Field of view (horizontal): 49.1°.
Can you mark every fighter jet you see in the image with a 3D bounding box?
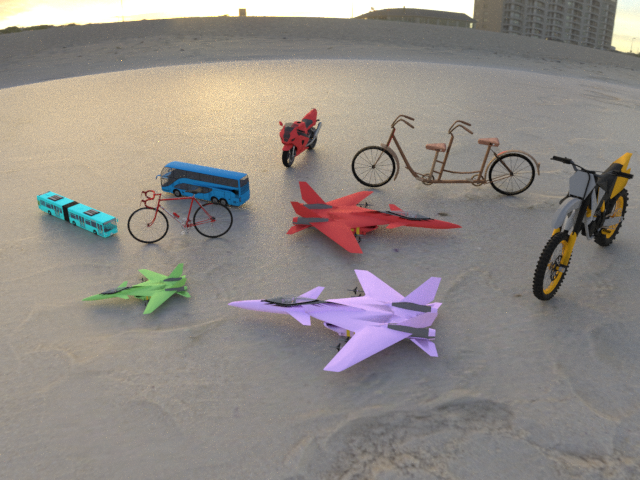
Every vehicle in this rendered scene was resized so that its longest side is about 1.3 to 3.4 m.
[{"bbox_3d":[0.871,-0.430,10.794,2.640,0.557,2.229,4,28,7],"label":"fighter jet"},{"bbox_3d":[0.139,0.769,8.475,2.640,0.557,2.229,5,28,10],"label":"fighter jet"},{"bbox_3d":[-2.398,0.608,9.080,1.358,0.286,1.147,-8,28,-14],"label":"fighter jet"}]

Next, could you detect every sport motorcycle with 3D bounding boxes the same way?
[{"bbox_3d":[-0.387,-1.987,13.521,0.506,0.821,1.520,11,29,20],"label":"sport motorcycle"}]

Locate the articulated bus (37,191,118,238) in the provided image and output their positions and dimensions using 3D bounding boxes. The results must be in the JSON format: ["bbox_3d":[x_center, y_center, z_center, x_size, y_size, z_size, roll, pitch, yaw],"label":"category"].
[{"bbox_3d":[-3.852,-0.418,11.064,1.749,0.289,0.311,19,33,32],"label":"articulated bus"}]

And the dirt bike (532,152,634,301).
[{"bbox_3d":[3.621,-0.329,9.390,1.024,1.666,2.903,22,34,35],"label":"dirt bike"}]

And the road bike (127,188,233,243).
[{"bbox_3d":[-2.070,-0.370,10.357,1.545,0.852,0.358,-5,28,-10],"label":"road bike"}]

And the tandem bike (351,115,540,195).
[{"bbox_3d":[2.126,-1.429,11.892,3.192,1.326,0.550,4,28,7],"label":"tandem bike"}]

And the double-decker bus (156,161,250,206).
[{"bbox_3d":[-1.979,-0.962,11.841,1.672,0.541,0.389,12,30,22],"label":"double-decker bus"}]
